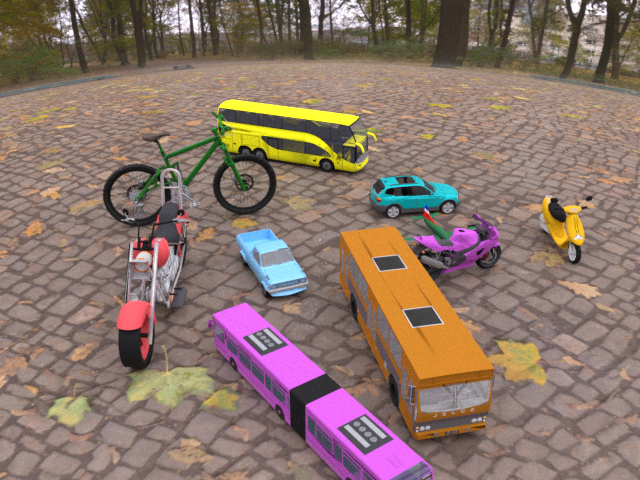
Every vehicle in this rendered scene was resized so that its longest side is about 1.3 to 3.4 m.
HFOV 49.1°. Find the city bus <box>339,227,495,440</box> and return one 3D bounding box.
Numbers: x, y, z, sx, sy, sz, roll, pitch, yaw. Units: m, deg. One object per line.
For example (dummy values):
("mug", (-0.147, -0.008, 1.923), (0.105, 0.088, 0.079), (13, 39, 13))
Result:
("city bus", (0.998, 0.966, 8.411), (0.926, 0.894, 3.255), (-6, 28, -11))

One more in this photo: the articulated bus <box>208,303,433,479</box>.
("articulated bus", (-0.147, 1.671, 7.429), (0.605, 0.561, 3.401), (-18, 33, -31))

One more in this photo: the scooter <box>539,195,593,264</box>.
("scooter", (3.748, -0.312, 10.815), (0.662, 0.919, 1.399), (-3, 28, -6))

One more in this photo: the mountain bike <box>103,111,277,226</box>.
("mountain bike", (-2.120, -1.096, 11.478), (2.857, 1.688, 1.114), (-7, 29, -13))

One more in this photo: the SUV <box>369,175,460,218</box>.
("SUV", (1.638, -0.796, 12.097), (1.572, 0.580, 0.656), (-5, 28, -9))

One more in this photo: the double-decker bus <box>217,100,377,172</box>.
("double-decker bus", (-0.520, -2.087, 14.043), (3.251, 1.052, 0.756), (11, 30, 20))

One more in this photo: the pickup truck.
("pickup truck", (-0.724, 0.262, 10.162), (0.640, 0.511, 1.603), (-11, 30, -20))

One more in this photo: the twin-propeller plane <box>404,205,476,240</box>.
("twin-propeller plane", (1.894, -0.184, 11.120), (1.370, 0.407, 1.095), (-9, 29, -17))

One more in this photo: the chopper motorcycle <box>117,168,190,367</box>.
("chopper motorcycle", (-2.151, 0.267, 9.113), (0.906, 1.480, 3.040), (0, 28, 0))

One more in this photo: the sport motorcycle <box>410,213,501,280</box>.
("sport motorcycle", (1.978, 0.146, 10.049), (1.520, 0.821, 0.506), (-11, 30, -20))
